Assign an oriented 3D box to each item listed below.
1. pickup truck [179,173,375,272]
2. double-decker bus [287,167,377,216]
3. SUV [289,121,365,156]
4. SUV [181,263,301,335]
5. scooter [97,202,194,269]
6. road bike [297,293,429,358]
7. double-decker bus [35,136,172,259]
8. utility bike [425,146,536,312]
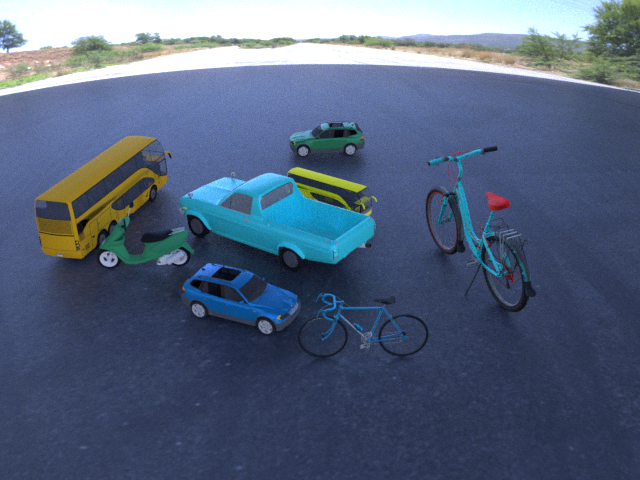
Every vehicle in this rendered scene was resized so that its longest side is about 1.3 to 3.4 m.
[{"bbox_3d":[-0.722,-0.408,10.756,3.117,0.993,1.244,18,32,31],"label":"pickup truck"},{"bbox_3d":[0.165,-0.796,11.991,1.672,0.541,0.389,19,33,32],"label":"double-decker bus"},{"bbox_3d":[0.143,-2.111,14.479,1.572,0.580,0.656,-2,28,-4],"label":"SUV"},{"bbox_3d":[-1.029,0.714,9.046,1.572,0.580,0.656,11,29,20],"label":"SUV"},{"bbox_3d":[-2.539,-0.012,10.074,1.399,0.919,0.662,-2,28,-4],"label":"scooter"},{"bbox_3d":[0.507,1.018,8.166,1.545,0.852,0.358,-1,27,-1],"label":"road bike"},{"bbox_3d":[-3.438,-0.815,11.476,0.756,1.052,3.251,6,28,12],"label":"double-decker bus"},{"bbox_3d":[2.037,-0.239,9.514,1.039,1.839,2.791,-9,29,-18],"label":"utility bike"}]
